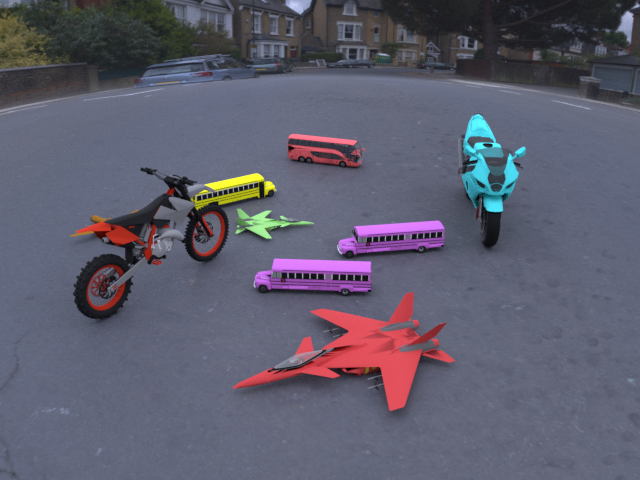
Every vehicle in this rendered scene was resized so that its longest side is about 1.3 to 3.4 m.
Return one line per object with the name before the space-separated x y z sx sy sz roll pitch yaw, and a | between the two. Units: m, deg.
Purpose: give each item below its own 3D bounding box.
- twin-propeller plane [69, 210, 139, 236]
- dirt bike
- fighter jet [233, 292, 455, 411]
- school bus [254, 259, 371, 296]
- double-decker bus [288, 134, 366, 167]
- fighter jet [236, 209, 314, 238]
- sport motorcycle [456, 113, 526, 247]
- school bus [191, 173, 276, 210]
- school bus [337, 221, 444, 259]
twin-propeller plane | -3.580 -0.296 11.863 1.095 0.407 1.370 20 32 35
dirt bike | -2.337 -0.077 9.983 1.024 1.666 2.903 17 31 31
fighter jet | 0.208 1.307 8.416 2.640 0.557 2.229 -11 28 -21
school bus | -0.107 0.528 10.149 1.708 0.434 0.365 2 26 3
double-decker bus | 0.122 -1.912 15.017 1.672 0.541 0.389 9 27 17
fighter jet | -0.777 -0.344 12.100 1.358 0.286 1.147 -2 26 -3
sport motorcycle | 2.847 -1.106 12.167 0.983 1.596 2.955 2 26 4
school bus | -1.617 -0.910 13.089 1.708 0.434 0.365 -16 30 -29
school bus | 1.135 -0.019 11.268 1.708 0.434 0.365 -4 26 -8
